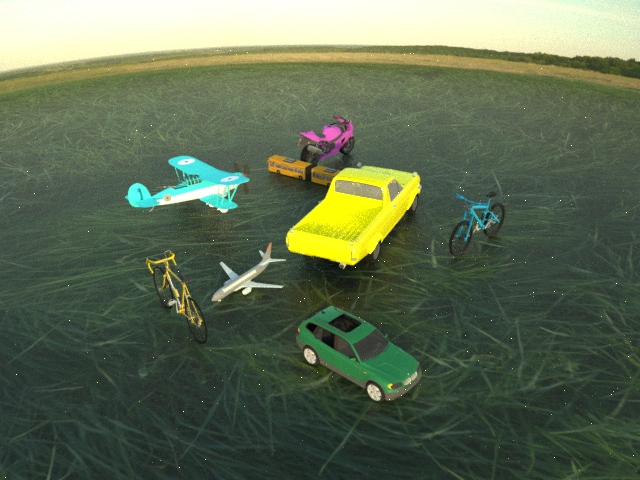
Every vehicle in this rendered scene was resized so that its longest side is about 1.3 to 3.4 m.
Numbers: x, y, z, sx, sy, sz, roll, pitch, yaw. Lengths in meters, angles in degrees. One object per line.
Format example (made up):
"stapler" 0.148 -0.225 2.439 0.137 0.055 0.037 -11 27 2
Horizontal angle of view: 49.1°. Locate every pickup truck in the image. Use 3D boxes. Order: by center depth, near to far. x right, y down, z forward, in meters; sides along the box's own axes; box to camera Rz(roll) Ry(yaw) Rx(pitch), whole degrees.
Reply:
"pickup truck" 0.632 -0.529 11.068 1.244 0.993 3.117 12 30 22

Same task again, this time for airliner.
"airliner" -1.068 0.457 9.788 1.161 0.429 1.307 19 33 31

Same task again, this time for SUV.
"SUV" 0.427 1.260 8.089 1.572 0.580 0.656 23 35 37

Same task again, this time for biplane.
"biplane" -2.175 -0.854 11.703 2.120 0.981 2.598 -17 32 -29

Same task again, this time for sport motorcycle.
"sport motorcycle" 0.163 -1.974 14.019 1.520 0.821 0.506 -25 36 -39

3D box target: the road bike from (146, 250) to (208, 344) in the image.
"road bike" -1.797 0.699 8.869 0.358 0.852 1.545 -18 33 -31

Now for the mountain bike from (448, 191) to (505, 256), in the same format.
"mountain bike" 2.448 -0.309 10.782 1.469 0.868 0.573 -25 36 -39

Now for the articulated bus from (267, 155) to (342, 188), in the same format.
"articulated bus" -0.234 -1.299 13.301 1.749 0.289 0.311 17 32 29
